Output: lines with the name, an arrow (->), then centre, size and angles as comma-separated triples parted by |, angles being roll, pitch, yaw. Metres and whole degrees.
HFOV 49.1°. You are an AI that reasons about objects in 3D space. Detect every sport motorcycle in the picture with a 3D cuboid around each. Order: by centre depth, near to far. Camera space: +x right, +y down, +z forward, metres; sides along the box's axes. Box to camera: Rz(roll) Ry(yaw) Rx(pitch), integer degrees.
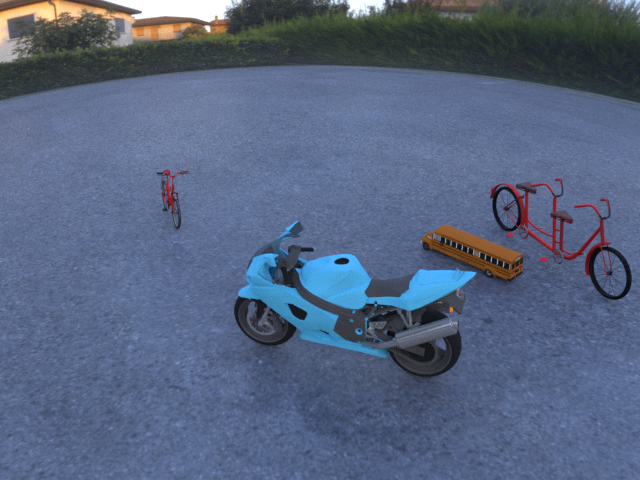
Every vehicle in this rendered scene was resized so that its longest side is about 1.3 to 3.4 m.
sport motorcycle -> 0.315, 0.781, 8.454 | 2.955, 1.596, 0.983 | 8, 29, 15

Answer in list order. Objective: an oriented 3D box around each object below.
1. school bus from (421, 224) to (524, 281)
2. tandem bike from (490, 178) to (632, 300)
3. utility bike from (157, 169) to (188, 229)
school bus -> 2.321, 0.157, 10.885 | 0.365, 0.434, 1.708 | -25, 36, -38
tandem bike -> 3.617, -0.283, 10.765 | 0.550, 1.326, 3.192 | -12, 30, -21
utility bike -> -2.574, -0.838, 12.226 | 0.535, 0.946, 1.435 | -11, 30, -20
